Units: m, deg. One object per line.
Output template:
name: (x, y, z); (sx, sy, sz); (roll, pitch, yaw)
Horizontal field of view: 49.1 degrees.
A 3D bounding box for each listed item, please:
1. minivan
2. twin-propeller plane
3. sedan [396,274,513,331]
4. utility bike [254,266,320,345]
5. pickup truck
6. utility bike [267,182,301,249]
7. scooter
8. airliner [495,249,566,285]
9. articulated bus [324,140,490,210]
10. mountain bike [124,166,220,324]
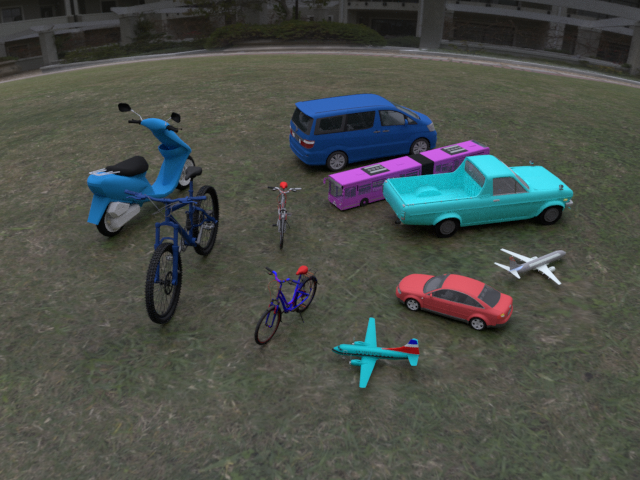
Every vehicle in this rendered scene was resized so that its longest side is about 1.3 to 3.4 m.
minivan: (0.916, -2.271, 14.118); (3.011, 1.197, 1.324); (-11, 32, -19)
twin-propeller plane: (0.685, 1.352, 8.666); (1.095, 0.407, 1.370); (4, 30, 7)
sedan: (1.829, 0.759, 9.612); (1.613, 0.483, 0.635); (15, 33, 24)
utility bike: (-0.372, 0.751, 9.165); (0.535, 0.946, 1.435); (18, 35, 29)
pickup truck: (2.666, -0.829, 11.837); (3.117, 0.993, 1.244); (-7, 31, -11)
utility bike: (-0.567, -0.525, 11.361); (0.535, 0.946, 1.435); (-1, 30, -2)
scooter: (-2.980, -1.280, 11.824); (1.288, 1.786, 2.721); (14, 33, 23)
airliner: (3.267, 0.267, 10.512); (1.307, 0.429, 1.161); (-18, 35, -28)
articulated bus: (1.684, -1.237, 12.969); (3.401, 0.561, 0.605); (-16, 34, -26)
mountain bike: (-1.926, -0.124, 9.933); (1.114, 1.688, 2.857); (5, 31, 8)
